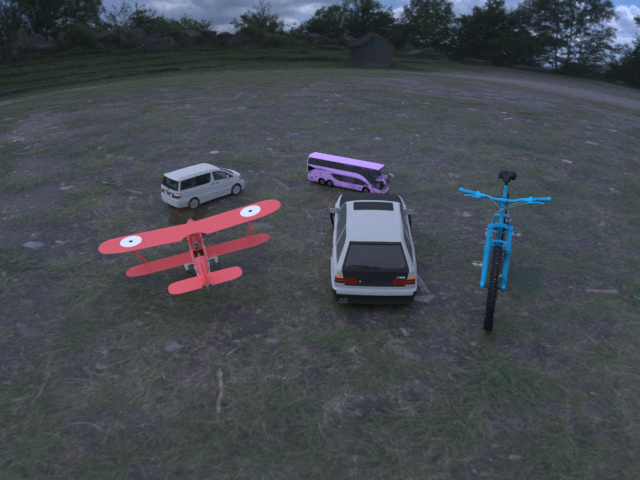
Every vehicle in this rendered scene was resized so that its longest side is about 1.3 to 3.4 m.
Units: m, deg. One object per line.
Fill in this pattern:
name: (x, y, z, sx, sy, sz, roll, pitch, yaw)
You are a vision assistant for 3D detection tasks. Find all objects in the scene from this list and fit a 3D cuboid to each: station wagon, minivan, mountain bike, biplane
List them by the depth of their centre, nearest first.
mountain bike: (2.427, -0.044, 9.484, 1.114, 1.688, 2.857, 7, 27, 14)
biplane: (-1.748, 0.184, 9.817, 2.598, 0.981, 2.120, -7, 27, -14)
station wagon: (0.785, -0.126, 10.507, 1.327, 0.920, 3.105, 1, 27, 2)
minivan: (-2.099, -1.043, 12.682, 1.548, 0.616, 0.681, -23, 35, -38)

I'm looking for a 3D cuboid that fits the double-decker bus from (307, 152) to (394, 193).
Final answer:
double-decker bus: (0.547, -1.244, 13.168, 1.672, 0.541, 0.389, 14, 30, 25)
